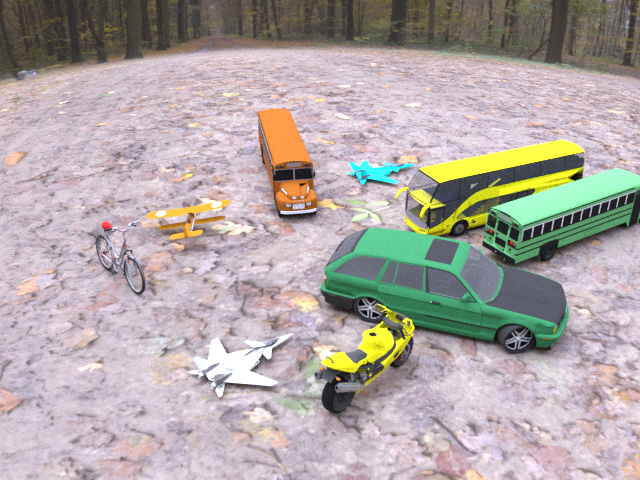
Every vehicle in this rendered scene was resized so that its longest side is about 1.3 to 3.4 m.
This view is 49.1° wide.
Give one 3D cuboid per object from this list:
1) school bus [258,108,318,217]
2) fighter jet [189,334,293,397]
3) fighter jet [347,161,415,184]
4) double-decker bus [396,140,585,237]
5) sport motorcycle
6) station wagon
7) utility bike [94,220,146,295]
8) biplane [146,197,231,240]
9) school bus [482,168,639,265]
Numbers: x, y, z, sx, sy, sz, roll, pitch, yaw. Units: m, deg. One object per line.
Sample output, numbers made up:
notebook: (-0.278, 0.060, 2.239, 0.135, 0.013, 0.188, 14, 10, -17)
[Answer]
school bus: (-0.628, -1.459, 12.666, 0.709, 0.844, 3.322, -5, 30, -9)
fighter jet: (-0.825, 1.321, 8.264, 1.358, 0.286, 1.147, -25, 38, -37)
fighter jet: (1.220, -1.363, 13.066, 1.358, 0.286, 1.147, -14, 32, -24)
double-decker bus: (2.815, -0.832, 11.331, 3.251, 1.052, 0.756, -13, 32, -22)
sport motorcycle: (0.555, 1.304, 7.747, 0.506, 0.821, 1.520, 25, 38, 38)
station wagon: (1.605, 0.539, 9.013, 3.105, 0.920, 1.327, 10, 31, 18)
utility bike: (-2.776, 0.126, 9.727, 0.535, 0.946, 1.435, -24, 37, -36)
biplane: (-2.052, -0.281, 10.906, 1.336, 0.504, 1.090, -2, 29, -3)
school bus: (3.996, -0.431, 10.827, 3.322, 0.844, 0.709, -17, 33, -27)
